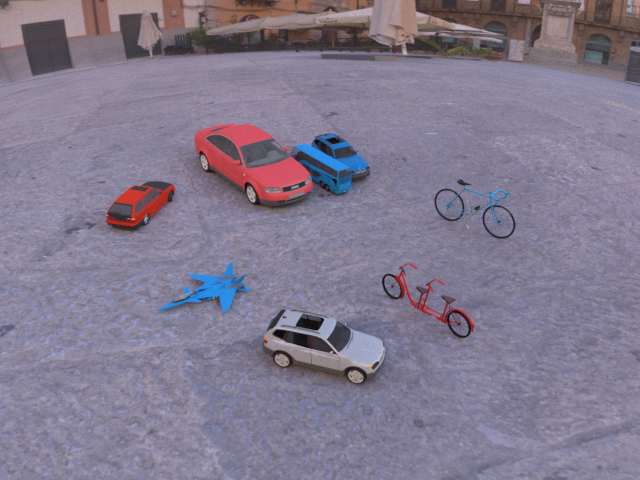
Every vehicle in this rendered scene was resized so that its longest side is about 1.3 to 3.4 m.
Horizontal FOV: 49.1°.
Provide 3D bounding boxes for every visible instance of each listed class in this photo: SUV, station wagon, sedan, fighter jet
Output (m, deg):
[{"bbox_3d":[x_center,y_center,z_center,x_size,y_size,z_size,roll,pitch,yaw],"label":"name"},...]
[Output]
[{"bbox_3d":[0.387,-1.671,14.002,0.656,0.580,1.572,-16,34,-26],"label":"SUV"},{"bbox_3d":[-3.160,-0.720,12.458,0.682,0.473,1.597,9,31,14],"label":"station wagon"},{"bbox_3d":[0.051,1.298,8.849,1.572,0.580,0.656,10,31,16],"label":"SUV"},{"bbox_3d":[-1.330,-1.597,13.513,1.235,0.940,3.137,-20,35,-30],"label":"sedan"},{"bbox_3d":[-1.732,0.730,10.130,1.358,0.286,1.147,-19,35,-30],"label":"fighter jet"}]

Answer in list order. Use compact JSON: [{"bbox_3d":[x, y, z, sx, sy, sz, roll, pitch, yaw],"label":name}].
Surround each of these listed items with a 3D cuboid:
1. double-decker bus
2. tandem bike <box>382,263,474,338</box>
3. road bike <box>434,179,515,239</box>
[{"bbox_3d":[-0.018,-1.406,13.580,0.389,0.541,1.672,-20,35,-30],"label":"double-decker bus"},{"bbox_3d":[1.459,0.784,9.640,0.283,0.682,1.642,-24,38,-35],"label":"tandem bike"},{"bbox_3d":[2.601,-0.564,11.808,1.545,0.852,0.358,23,37,34],"label":"road bike"}]
